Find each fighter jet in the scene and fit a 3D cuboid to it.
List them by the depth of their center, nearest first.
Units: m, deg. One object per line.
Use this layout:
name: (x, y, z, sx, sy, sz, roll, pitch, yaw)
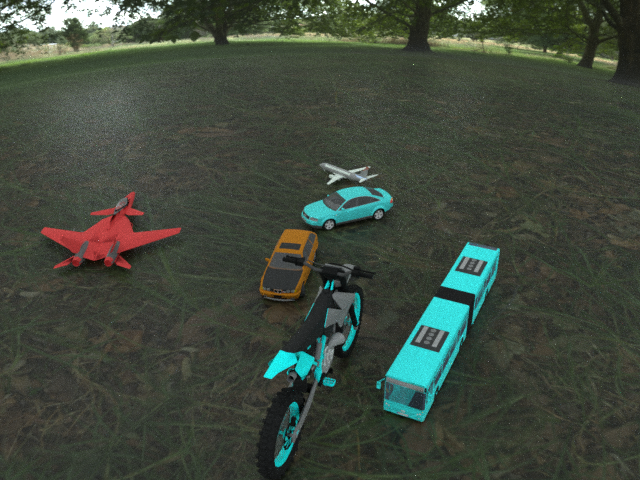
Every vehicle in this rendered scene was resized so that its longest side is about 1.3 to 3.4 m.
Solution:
fighter jet: (-3.366, -0.377, 11.403, 2.229, 0.557, 2.640, 0, 29, 0)

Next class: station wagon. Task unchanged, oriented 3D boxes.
station wagon: (-0.440, 0.308, 10.257, 0.682, 0.473, 1.597, 5, 29, 9)

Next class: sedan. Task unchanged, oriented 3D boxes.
sedan: (0.464, -0.591, 11.864, 1.613, 0.483, 0.635, -13, 31, -21)

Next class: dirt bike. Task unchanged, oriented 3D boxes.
dirt bike: (-0.029, 1.122, 7.564, 1.024, 1.666, 2.903, 11, 31, 18)

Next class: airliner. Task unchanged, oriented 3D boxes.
airliner: (0.452, -1.360, 13.304, 1.161, 0.429, 1.307, -25, 38, -38)

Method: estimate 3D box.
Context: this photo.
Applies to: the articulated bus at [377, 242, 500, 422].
articulated bus: (1.630, 1.011, 8.900, 0.605, 0.561, 3.401, 13, 32, 23)
